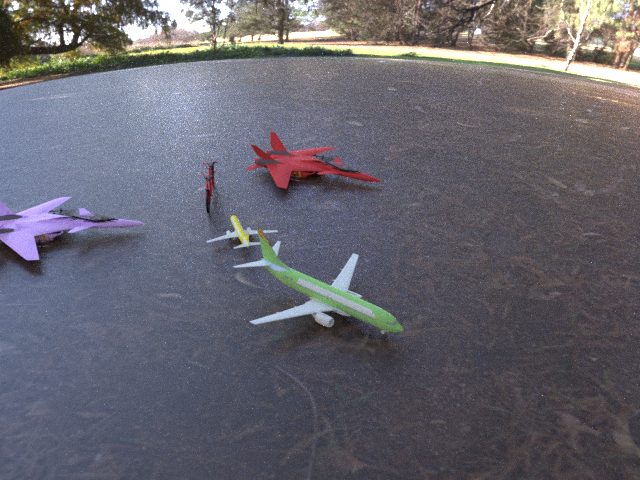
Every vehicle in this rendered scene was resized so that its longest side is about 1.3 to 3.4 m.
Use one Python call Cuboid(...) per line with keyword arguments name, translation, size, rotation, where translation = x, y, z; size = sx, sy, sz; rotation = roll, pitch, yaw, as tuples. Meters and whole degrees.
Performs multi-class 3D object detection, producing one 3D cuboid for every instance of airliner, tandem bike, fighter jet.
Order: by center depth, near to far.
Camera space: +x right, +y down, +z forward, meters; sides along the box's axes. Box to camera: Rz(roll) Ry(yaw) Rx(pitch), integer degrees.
Cuboid(name="airliner", translation=(0.062, 0.563, 9.477), size=(2.541, 0.835, 2.257), rotation=(21, 35, 33))
Cuboid(name="airliner", translation=(-1.286, -0.208, 11.307), size=(1.161, 0.429, 1.307), rotation=(-9, 30, -16))
Cuboid(name="fighter jet", translation=(-4.213, -0.361, 11.453), size=(2.640, 0.557, 2.229), rotation=(-2, 29, -4))
Cuboid(name="tandem bike", translation=(-1.988, -1.081, 12.637), size=(0.283, 0.682, 1.642), rotation=(-2, 29, -4))
Cuboid(name="fighter jet", translation=(-0.032, -1.520, 13.566), size=(2.640, 0.557, 2.229), rotation=(13, 31, 22))
